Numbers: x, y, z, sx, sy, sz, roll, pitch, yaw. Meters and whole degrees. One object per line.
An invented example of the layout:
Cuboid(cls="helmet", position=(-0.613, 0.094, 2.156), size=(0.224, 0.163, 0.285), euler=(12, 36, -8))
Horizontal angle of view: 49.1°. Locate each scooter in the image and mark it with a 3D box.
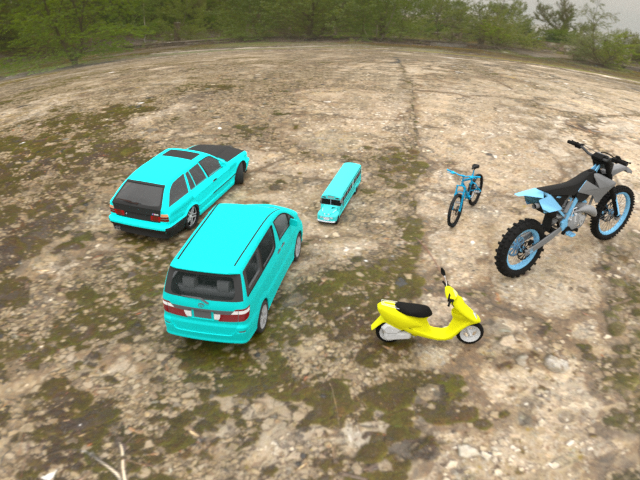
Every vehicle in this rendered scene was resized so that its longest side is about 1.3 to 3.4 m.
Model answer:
Cuboid(cls="scooter", position=(1.340, 0.890, 8.592), size=(1.399, 0.919, 0.662), euler=(1, 30, 1))

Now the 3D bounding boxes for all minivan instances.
Cuboid(cls="minivan", position=(-1.079, 0.175, 9.568), size=(1.324, 1.197, 3.011), euler=(6, 30, 11))

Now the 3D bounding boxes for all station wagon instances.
Cuboid(cls="station wagon", position=(-2.313, -1.083, 12.055), size=(1.327, 0.920, 3.105), euler=(10, 31, 18))

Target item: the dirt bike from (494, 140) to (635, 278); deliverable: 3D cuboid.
Cuboid(cls="dirt bike", position=(3.694, -0.481, 10.244), size=(2.903, 1.666, 1.024), euler=(-17, 34, -28))

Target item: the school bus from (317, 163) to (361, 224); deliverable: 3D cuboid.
Cuboid(cls="school bus", position=(0.343, -0.814, 12.073), size=(0.365, 0.434, 1.708), euler=(9, 31, 15))

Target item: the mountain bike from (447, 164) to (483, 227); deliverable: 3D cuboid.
Cuboid(cls="mountain bike", position=(2.436, -0.808, 11.624), size=(0.573, 0.868, 1.469), euler=(17, 34, 27))
